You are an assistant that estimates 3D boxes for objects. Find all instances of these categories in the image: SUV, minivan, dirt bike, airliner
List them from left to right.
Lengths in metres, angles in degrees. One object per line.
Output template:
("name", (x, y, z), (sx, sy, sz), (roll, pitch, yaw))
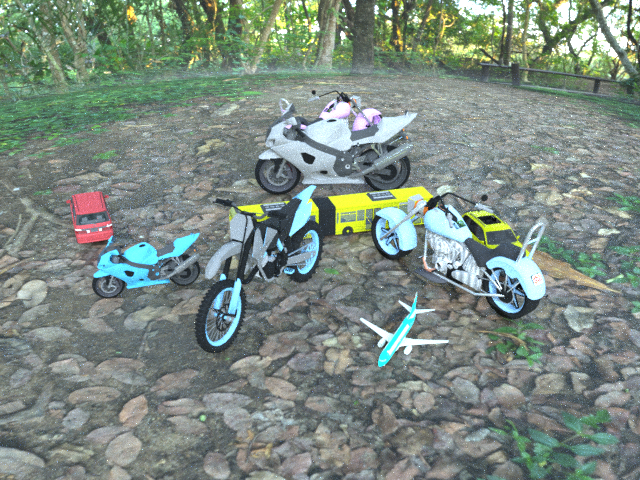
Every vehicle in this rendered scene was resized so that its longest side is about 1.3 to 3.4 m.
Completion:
("minivan", (-3.801, -0.460, 11.580), (0.681, 0.616, 1.548), (-10, 28, -19))
("dirt bike", (-0.684, 0.208, 9.015), (1.024, 1.666, 2.903), (14, 29, 26))
("airliner", (0.978, 1.097, 8.603), (1.161, 0.429, 1.307), (12, 29, 23))
("SUV", (2.633, 0.018, 10.641), (0.656, 0.580, 1.572), (-7, 27, -14))

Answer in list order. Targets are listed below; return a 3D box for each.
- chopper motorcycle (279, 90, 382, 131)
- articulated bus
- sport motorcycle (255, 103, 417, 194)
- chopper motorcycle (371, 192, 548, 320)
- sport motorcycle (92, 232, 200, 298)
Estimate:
("chopper motorcycle", (0.264, -2.496, 14.763), (3.040, 1.480, 0.906), (-23, 34, -39))
("articulated bus", (0.237, -0.399, 11.517), (3.401, 0.561, 0.605), (-7, 27, -14))
("sport motorcycle", (0.274, -1.608, 12.812), (2.955, 1.596, 0.983), (-2, 26, -3))
("chopper motorcycle", (1.809, -0.014, 9.682), (0.906, 1.480, 3.040), (-19, 32, -33))
("sport motorcycle", (-2.395, 0.346, 9.696), (1.520, 0.821, 0.506), (-9, 28, -18))
